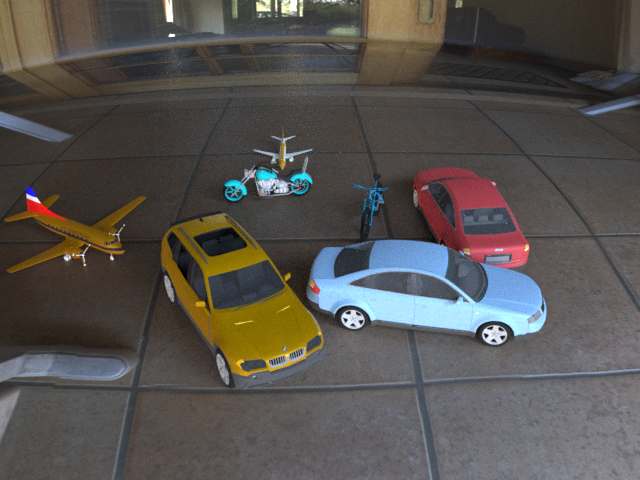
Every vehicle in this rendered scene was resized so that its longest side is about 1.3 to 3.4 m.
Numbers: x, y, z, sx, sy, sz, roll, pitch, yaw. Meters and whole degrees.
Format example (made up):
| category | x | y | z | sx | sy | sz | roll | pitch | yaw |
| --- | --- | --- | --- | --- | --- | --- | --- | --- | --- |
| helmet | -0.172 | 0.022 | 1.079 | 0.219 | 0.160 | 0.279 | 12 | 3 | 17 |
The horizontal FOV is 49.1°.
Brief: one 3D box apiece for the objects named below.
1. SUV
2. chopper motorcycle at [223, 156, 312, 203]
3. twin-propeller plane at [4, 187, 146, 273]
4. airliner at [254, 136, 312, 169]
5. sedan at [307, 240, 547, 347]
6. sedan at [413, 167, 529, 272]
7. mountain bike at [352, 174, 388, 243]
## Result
| category | x | y | z | sx | sy | sz | roll | pitch | yaw |
| --- | --- | --- | --- | --- | --- | --- | --- | --- | --- |
| SUV | -1.100 | 0.637 | 8.974 | 1.276 | 1.128 | 3.058 | -16 | 35 | -25 |
| chopper motorcycle | -0.911 | -1.050 | 12.142 | 1.563 | 0.761 | 0.466 | -5 | 31 | -8 |
| twin-propeller plane | -3.800 | -0.241 | 10.764 | 2.129 | 0.792 | 2.663 | 18 | 35 | 27 |
| airliner | -0.732 | -1.794 | 13.705 | 1.161 | 0.429 | 1.307 | -1 | 31 | -1 |
| sedan | 1.390 | 0.587 | 9.240 | 3.137 | 0.940 | 1.235 | 6 | 31 | 9 |
| sedan | 2.298 | -0.505 | 11.061 | 1.235 | 0.940 | 3.137 | -4 | 31 | -6 |
| mountain bike | 0.839 | -0.591 | 11.273 | 0.573 | 0.868 | 1.469 | 8 | 32 | 14 |
